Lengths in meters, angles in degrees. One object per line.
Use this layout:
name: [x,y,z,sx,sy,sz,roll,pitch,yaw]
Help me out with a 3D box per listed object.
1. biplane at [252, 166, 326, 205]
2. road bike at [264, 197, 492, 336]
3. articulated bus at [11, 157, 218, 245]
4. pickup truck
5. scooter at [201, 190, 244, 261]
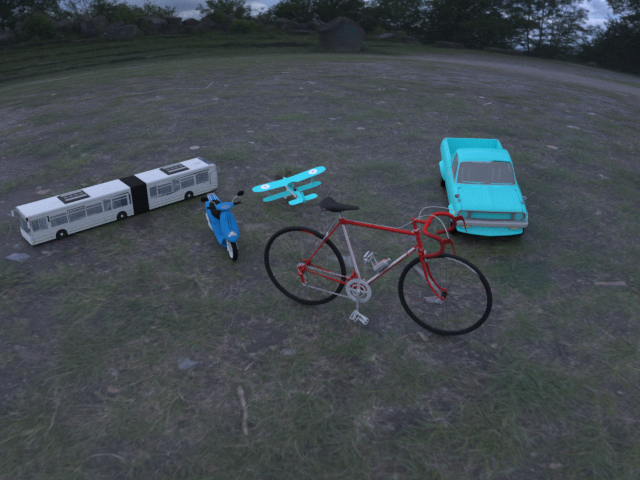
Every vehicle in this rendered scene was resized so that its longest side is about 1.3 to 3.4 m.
biplane: [-0.467,-0.855,12.031,1.336,0.504,1.090,-11,30,-20]
road bike: [0.652,0.290,8.696,3.004,1.656,0.697,11,30,19]
articulated bus: [-3.288,-0.704,11.691,3.401,0.561,0.605,-21,35,-34]
pickup truck: [2.724,-1.076,11.925,1.244,0.993,3.117,2,28,4]
scooter: [-1.497,-0.346,10.650,0.662,0.919,1.399,-11,30,-20]
